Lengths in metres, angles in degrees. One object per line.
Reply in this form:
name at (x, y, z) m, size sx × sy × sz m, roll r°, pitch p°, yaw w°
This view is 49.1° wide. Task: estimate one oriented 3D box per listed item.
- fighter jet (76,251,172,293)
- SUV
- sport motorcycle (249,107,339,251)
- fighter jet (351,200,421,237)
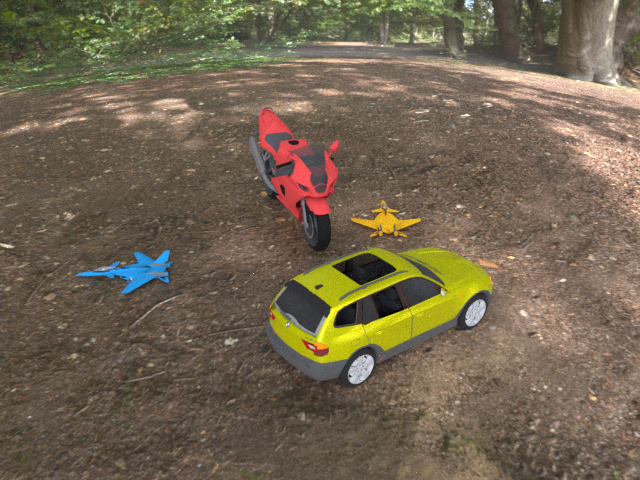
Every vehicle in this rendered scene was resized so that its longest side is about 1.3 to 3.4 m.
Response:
fighter jet at (-2.826, 0.400, 10.030) m, size 1.358 × 0.286 × 1.147 m, roll -2°, pitch 28°, yaw -4°
SUV at (0.812, 0.693, 8.592) m, size 3.058 × 1.128 × 1.276 m, roll -19°, pitch 34°, yaw -32°
sport motorcycle at (-0.436, -1.044, 11.336) m, size 0.983 × 1.596 × 2.955 m, roll -10°, pitch 30°, yaw -19°
fighter jet at (1.090, -0.451, 11.616) m, size 1.147 × 0.286 × 1.358 m, roll 0°, pitch 28°, yaw 1°
